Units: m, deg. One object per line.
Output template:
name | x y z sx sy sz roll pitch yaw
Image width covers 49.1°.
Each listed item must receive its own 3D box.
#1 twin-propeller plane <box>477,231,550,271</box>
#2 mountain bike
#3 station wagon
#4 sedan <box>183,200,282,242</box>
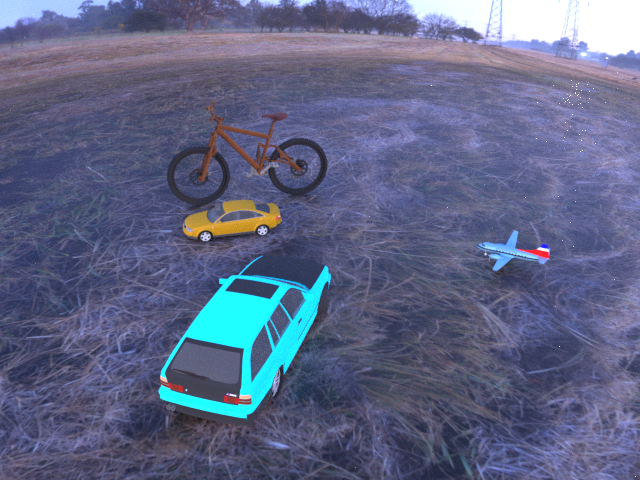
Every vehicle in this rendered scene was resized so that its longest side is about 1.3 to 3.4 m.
twin-propeller plane | 2.922 0.141 10.630 1.095 0.407 1.370 14 31 23
mountain bike | -1.258 -1.481 12.264 2.857 1.688 1.114 -7 29 -12
station wagon | -0.783 0.936 8.639 1.327 0.920 3.105 9 30 15
sedan | -1.439 -0.360 11.469 1.613 0.483 0.635 -7 29 -12
